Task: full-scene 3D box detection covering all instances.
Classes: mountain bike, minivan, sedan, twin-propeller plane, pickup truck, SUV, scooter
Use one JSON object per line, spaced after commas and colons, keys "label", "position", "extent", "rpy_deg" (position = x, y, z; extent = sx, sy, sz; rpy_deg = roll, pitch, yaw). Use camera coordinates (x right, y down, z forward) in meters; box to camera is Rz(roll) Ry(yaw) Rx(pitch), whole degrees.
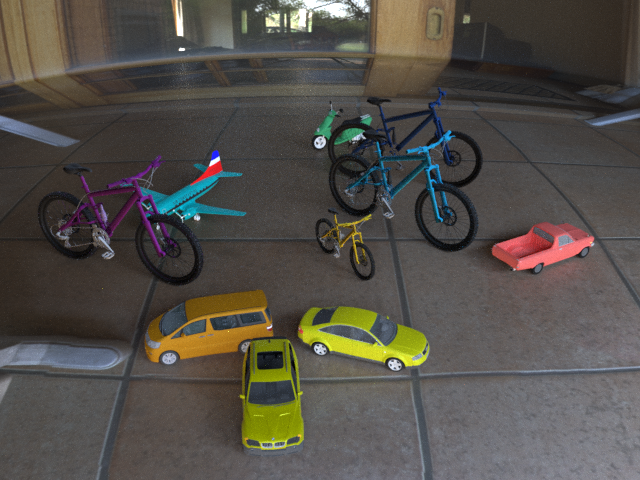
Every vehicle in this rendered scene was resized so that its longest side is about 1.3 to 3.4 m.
{"label": "mountain bike", "position": [-2.900, -0.292, 9.846], "extent": [2.857, 1.688, 1.114], "rpy_deg": [12, 31, 21]}
{"label": "minivan", "position": [-1.360, 1.039, 8.529], "extent": [1.548, 0.616, 0.681], "rpy_deg": [-7, 29, -12]}
{"label": "mountain bike", "position": [1.228, -0.878, 10.920], "extent": [2.857, 1.688, 1.114], "rpy_deg": [23, 36, 36]}
{"label": "sedan", "position": [0.525, 1.135, 8.491], "extent": [1.613, 0.483, 0.635], "rpy_deg": [9, 30, 17]}
{"label": "twin-propeller plane", "position": [-2.267, -0.841, 11.786], "extent": [2.663, 0.792, 2.129], "rpy_deg": [15, 32, 25]}
{"label": "pickup truck", "position": [3.340, 0.060, 10.430], "extent": [1.603, 0.511, 0.640], "rpy_deg": [-15, 32, -26]}
{"label": "mountain bike", "position": [0.345, -0.011, 10.187], "extent": [0.573, 0.868, 1.469], "rpy_deg": [-17, 33, -29]}
{"label": "mountain bike", "position": [1.515, -1.813, 12.631], "extent": [2.857, 1.688, 1.114], "rpy_deg": [8, 30, 14]}
{"label": "SUV", "position": [-0.522, 1.621, 7.500], "extent": [0.656, 0.580, 1.572], "rpy_deg": [-2, 29, -4]}
{"label": "scooter", "position": [0.477, -2.365, 14.443], "extent": [1.399, 0.919, 0.662], "rpy_deg": [-11, 30, -19]}
